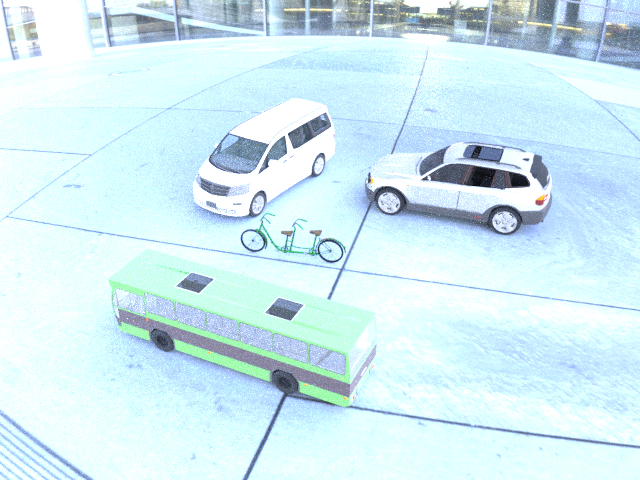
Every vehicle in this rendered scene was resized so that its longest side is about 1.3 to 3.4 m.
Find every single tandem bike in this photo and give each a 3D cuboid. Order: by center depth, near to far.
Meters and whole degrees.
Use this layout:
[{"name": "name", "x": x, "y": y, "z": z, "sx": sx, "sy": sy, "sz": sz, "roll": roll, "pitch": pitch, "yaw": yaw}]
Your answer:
[{"name": "tandem bike", "x": -0.414, "y": -0.028, "z": 10.411, "sx": 1.642, "sy": 0.682, "sz": 0.283, "roll": 7, "pitch": 32, "yaw": 12}]

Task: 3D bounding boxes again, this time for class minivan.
[{"name": "minivan", "x": -0.944, "y": -1.495, "z": 12.336, "sx": 1.324, "sy": 1.197, "sz": 3.011, "roll": 19, "pitch": 36, "yaw": 28}]

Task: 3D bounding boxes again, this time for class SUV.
[{"name": "SUV", "x": 2.280, "y": -1.002, "z": 11.588, "sx": 3.058, "sy": 1.128, "sz": 1.276, "roll": 11, "pitch": 33, "yaw": 17}]

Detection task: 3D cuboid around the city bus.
[{"name": "city bus", "x": -0.969, "y": 1.028, "z": 8.461, "sx": 3.255, "sy": 0.894, "sz": 0.926, "roll": 14, "pitch": 34, "yaw": 22}]
